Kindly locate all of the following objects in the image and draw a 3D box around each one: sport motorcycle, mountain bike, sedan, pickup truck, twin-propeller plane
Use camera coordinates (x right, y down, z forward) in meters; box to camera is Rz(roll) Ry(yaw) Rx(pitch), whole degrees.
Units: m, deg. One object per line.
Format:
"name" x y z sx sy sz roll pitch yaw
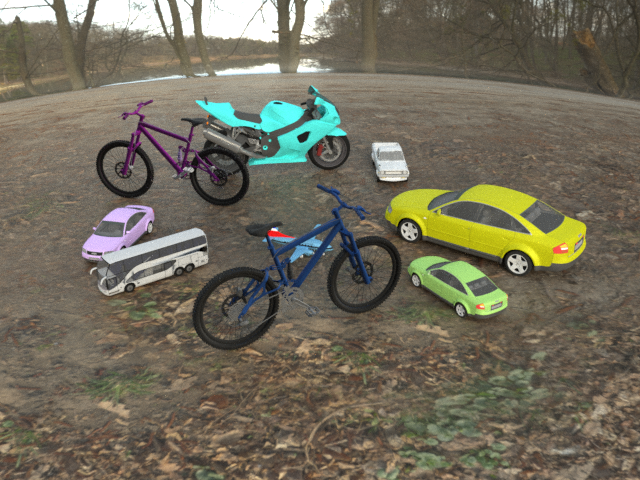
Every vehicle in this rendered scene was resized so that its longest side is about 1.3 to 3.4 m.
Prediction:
"sport motorcycle" -0.862 -2.066 13.556 2.955 1.596 0.983 -4 27 -7
"mountain bike" -2.616 -1.452 12.214 2.857 1.688 1.114 5 27 10
"sedan" 2.474 -0.333 10.799 3.137 0.940 1.235 18 32 32
"pickup truck" 1.375 -1.611 13.860 0.640 0.511 1.603 0 26 -1
"mountain bike" -0.200 0.370 8.536 2.857 1.688 1.114 -13 29 -25
"sedan" -3.145 -0.158 10.958 0.635 0.483 1.613 6 27 12
"twin-propeller plane" -0.315 -0.005 10.736 1.095 0.407 1.370 8 28 16
"sedan" 1.839 0.553 9.523 0.635 0.483 1.613 -16 30 -28

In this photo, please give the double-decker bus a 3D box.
"double-decker bus" -2.386 0.310 9.950 1.672 0.541 0.389 -19 32 -33
